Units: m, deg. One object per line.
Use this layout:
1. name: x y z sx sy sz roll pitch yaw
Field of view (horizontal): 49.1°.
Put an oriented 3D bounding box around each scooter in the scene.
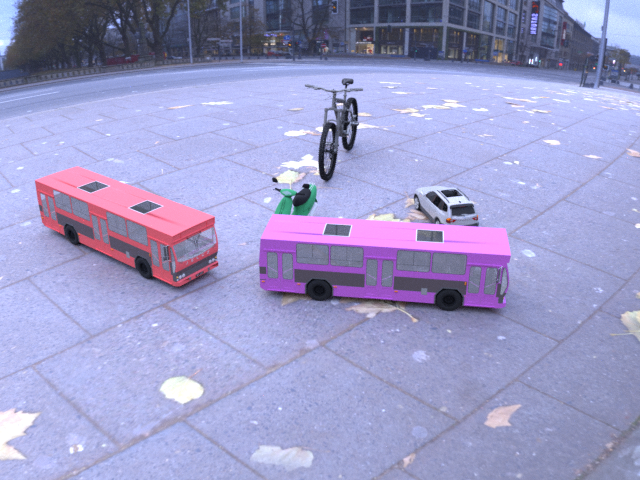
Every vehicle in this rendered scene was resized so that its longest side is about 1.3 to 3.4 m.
1. scooter: -0.387 -0.574 11.170 0.662 0.919 1.399 12 29 23

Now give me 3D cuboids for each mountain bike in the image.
1. mountain bike: 0.388 -2.313 13.754 1.114 1.688 2.857 7 28 14

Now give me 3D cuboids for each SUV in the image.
1. SUV: 2.076 -0.591 11.579 0.656 0.580 1.572 -6 27 -12

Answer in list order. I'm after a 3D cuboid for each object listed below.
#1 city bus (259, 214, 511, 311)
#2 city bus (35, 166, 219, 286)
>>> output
1. city bus: 0.852 0.306 9.458 3.255 0.894 0.926 4 27 8
2. city bus: -2.962 -0.238 10.533 3.255 0.894 0.926 19 33 33
